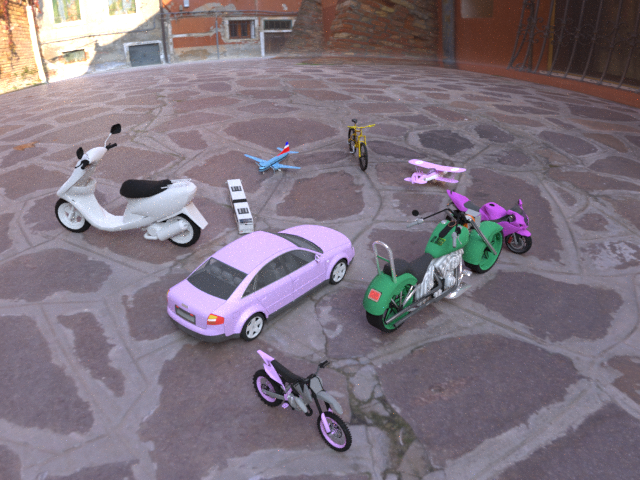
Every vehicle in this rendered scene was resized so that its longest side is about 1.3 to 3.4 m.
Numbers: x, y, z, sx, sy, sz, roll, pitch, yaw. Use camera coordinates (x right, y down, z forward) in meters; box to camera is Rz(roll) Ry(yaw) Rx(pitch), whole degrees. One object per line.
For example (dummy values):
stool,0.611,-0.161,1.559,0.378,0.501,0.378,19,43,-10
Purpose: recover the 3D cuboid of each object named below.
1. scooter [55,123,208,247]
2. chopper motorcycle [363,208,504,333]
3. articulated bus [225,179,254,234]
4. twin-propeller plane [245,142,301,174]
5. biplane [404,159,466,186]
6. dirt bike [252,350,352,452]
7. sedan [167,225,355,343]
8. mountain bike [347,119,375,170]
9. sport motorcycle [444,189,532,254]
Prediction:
scooter,-3.132,-0.796,11.219,2.721,1.786,1.288,7,30,13
chopper motorcycle,1.699,0.200,9.735,0.906,1.480,3.040,25,38,37
articulated bus,-1.427,-0.621,12.449,0.311,0.289,1.749,-6,30,-11
twin-propeller plane,-0.919,-1.657,14.200,1.370,0.407,1.095,16,33,27
biplane,2.100,-1.243,13.351,1.090,0.504,1.336,-23,36,-35
dirt bike,-0.218,1.702,7.664,1.493,0.857,0.527,24,37,37
sedan,-0.734,0.403,9.926,1.235,0.940,3.137,22,36,34
mountain bike,0.774,-2.032,14.402,0.573,0.868,1.469,-6,29,-10
sport motorcycle,2.714,-0.301,11.322,1.520,0.821,0.506,19,34,30
